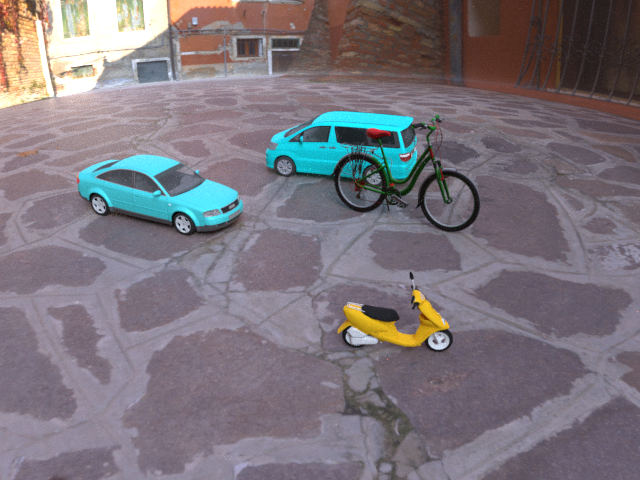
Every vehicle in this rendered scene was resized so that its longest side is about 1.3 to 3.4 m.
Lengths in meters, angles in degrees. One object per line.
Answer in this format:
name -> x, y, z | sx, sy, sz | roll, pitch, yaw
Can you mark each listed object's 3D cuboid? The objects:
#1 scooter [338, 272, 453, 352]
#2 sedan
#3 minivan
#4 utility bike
scooter -> 0.914, 0.925, 8.403 | 1.399, 0.919, 0.662 | 2, 26, 5
sedan -> -2.800, -0.898, 12.146 | 3.137, 0.940, 1.235 | 13, 29, 24
minivan -> 0.397, -1.901, 13.924 | 3.011, 1.197, 1.324 | 8, 27, 16
utility bike -> 1.421, -1.222, 11.783 | 2.791, 1.839, 1.039 | 14, 29, 27
